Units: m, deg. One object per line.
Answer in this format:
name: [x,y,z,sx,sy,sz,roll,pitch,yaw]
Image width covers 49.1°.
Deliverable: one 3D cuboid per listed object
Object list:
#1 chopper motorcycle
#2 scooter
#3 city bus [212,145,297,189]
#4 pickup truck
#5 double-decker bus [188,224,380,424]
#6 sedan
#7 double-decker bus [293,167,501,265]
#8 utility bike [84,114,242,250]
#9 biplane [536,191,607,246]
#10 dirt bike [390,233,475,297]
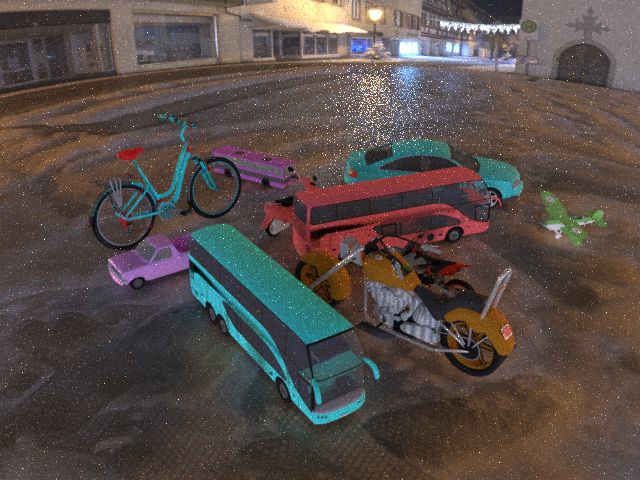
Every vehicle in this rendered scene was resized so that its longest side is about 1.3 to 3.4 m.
chopper motorcycle: [0.899,0.555,8.338,3.040,1.480,0.906,21,34,35]
scooter: [-0.393,-0.627,11.231,0.662,0.919,1.399,25,36,39]
city bus: [-1.248,-1.360,13.144,1.674,0.460,0.476,16,31,28]
pickup truck: [-2.218,0.200,10.078,1.603,0.511,0.640,-18,32,-31]
double-decker bus: [-0.592,0.881,8.173,0.756,1.052,3.251,-17,32,-29]
sedan: [1.999,-1.225,12.363,3.137,0.940,1.235,2,27,4]
double-decker bus: [1.178,-0.403,10.654,3.251,1.052,0.756,-11,29,-19]
utility bike: [-2.451,-0.974,10.900,2.791,1.839,1.039,-22,35,-36]
biplane: [3.964,-0.290,11.031,1.090,0.504,1.336,-5,28,-10]
dirt bike: [1.379,0.423,9.270,1.493,0.857,0.527,16,32,29]
